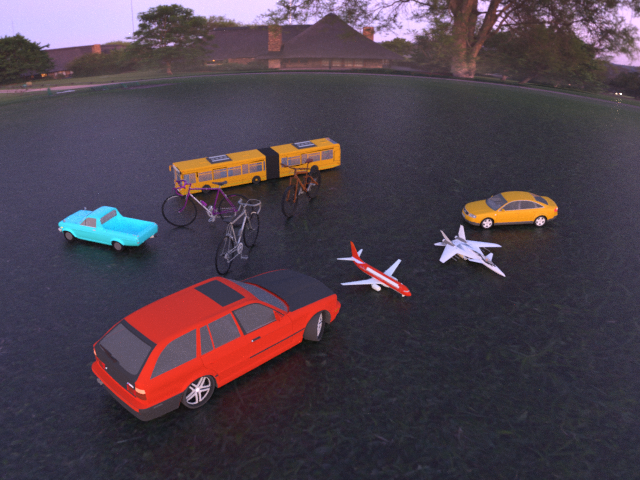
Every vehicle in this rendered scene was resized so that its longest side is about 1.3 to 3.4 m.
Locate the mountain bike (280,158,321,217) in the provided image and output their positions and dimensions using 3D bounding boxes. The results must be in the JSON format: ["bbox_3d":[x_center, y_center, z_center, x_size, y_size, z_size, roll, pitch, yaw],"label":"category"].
[{"bbox_3d":[-0.323,-0.998,12.469,0.573,0.868,1.469,12,29,23],"label":"mountain bike"}]

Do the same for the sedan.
[{"bbox_3d":[3.254,-0.551,12.008,1.613,0.483,0.635,-3,27,-5],"label":"sedan"}]

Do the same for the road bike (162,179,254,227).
[{"bbox_3d":[-1.887,-0.610,11.718,1.545,0.852,0.358,-1,27,-1],"label":"road bike"}]

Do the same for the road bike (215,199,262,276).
[{"bbox_3d":[-1.247,-0.085,10.675,0.358,0.852,1.545,9,28,17],"label":"road bike"}]

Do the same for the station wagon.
[{"bbox_3d":[-1.130,0.994,8.457,3.105,0.920,1.327,-23,35,-38],"label":"station wagon"}]

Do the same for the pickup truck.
[{"bbox_3d":[-3.442,-0.229,11.340,1.603,0.511,0.640,10,29,20],"label":"pickup truck"}]

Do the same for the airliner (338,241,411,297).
[{"bbox_3d":[0.852,0.431,10.120,1.161,0.429,1.307,-20,33,-34],"label":"airliner"}]

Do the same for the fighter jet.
[{"bbox_3d":[2.400,0.187,10.763,1.147,0.286,1.358,-13,30,-25],"label":"fighter jet"}]

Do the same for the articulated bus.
[{"bbox_3d":[-1.199,-1.471,13.748,3.401,0.561,0.605,-13,30,-24],"label":"articulated bus"}]
